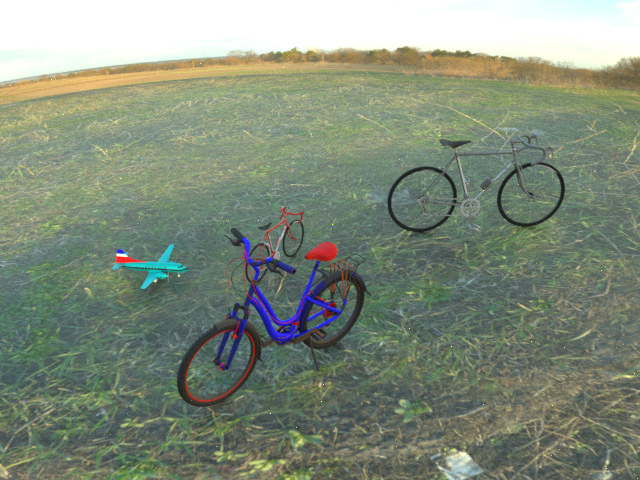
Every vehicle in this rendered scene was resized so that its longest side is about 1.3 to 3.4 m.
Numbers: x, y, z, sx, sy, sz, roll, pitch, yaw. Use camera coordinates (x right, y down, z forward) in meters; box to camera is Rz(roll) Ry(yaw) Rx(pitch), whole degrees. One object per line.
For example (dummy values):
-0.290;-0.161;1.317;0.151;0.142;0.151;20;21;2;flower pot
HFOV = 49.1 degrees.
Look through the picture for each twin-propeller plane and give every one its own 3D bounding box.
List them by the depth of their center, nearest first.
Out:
-2.466;0.342;10.262;1.095;0.407;1.370;3;26;6;twin-propeller plane

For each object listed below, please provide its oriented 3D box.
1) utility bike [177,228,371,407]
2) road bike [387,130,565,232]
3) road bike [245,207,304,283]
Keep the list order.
-0.349;0.763;7.782;2.791;1.839;1.039;-21;33;-36;utility bike
2.589;-0.923;11.421;3.004;1.656;0.697;-3;26;-6;road bike
-0.651;0.043;10.366;0.358;0.852;1.545;15;30;27;road bike
